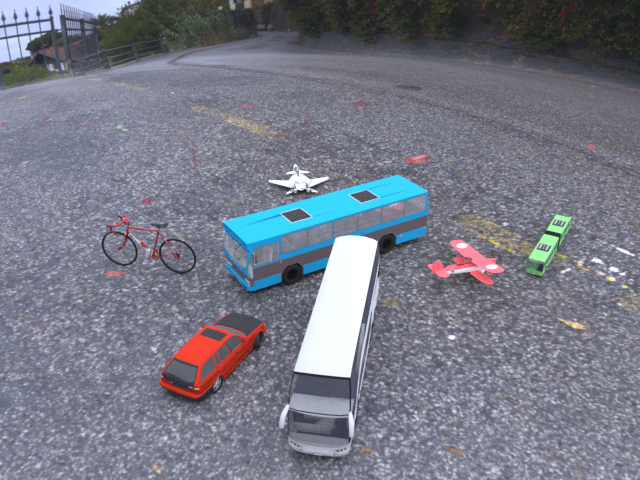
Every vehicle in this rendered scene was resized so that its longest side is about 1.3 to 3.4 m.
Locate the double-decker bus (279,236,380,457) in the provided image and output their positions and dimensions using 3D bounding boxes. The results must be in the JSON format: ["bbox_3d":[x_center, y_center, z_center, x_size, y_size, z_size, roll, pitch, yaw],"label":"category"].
[{"bbox_3d":[0.236,1.148,8.368,0.756,1.052,3.251,5,30,9],"label":"double-decker bus"}]

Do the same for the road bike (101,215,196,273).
[{"bbox_3d":[-2.589,0.075,10.491,1.545,0.852,0.358,7,30,12],"label":"road bike"}]

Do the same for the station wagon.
[{"bbox_3d":[-1.277,1.331,8.634,0.682,0.473,1.597,14,32,23],"label":"station wagon"}]

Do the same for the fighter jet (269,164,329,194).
[{"bbox_3d":[-0.420,-1.273,13.478,1.147,0.286,1.358,-4,29,-7],"label":"fighter jet"}]

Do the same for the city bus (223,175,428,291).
[{"bbox_3d":[0.152,-0.131,10.815,3.255,0.894,0.926,-17,33,-27],"label":"city bus"}]

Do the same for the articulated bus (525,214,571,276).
[{"bbox_3d":[3.641,0.055,11.104,0.311,0.289,1.749,16,33,26],"label":"articulated bus"}]

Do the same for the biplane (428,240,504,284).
[{"bbox_3d":[2.132,0.379,10.304,1.090,0.504,1.336,-9,30,-15],"label":"biplane"}]
